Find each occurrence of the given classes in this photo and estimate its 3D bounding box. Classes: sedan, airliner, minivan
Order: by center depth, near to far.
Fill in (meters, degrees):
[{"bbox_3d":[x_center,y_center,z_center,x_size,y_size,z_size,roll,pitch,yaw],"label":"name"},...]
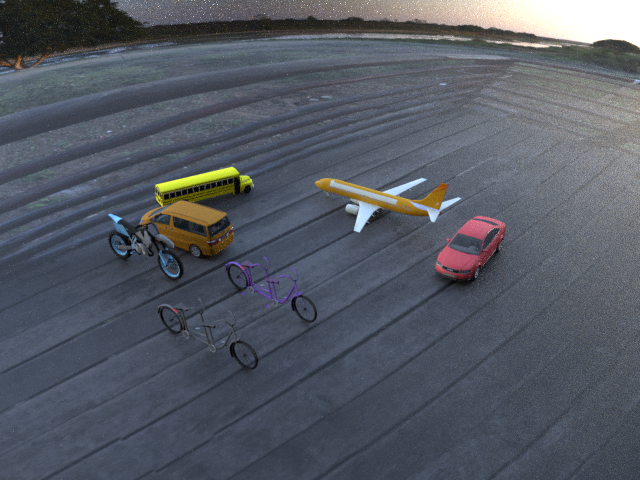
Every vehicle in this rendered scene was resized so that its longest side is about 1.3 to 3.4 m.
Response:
[{"bbox_3d":[2.247,0.066,10.358,0.635,0.483,1.613,18,35,28],"label":"sedan"},{"bbox_3d":[-2.085,-0.239,10.746,1.548,0.616,0.681,17,35,26],"label":"minivan"},{"bbox_3d":[0.961,-0.844,11.553,2.541,0.835,2.257,19,36,29],"label":"airliner"}]

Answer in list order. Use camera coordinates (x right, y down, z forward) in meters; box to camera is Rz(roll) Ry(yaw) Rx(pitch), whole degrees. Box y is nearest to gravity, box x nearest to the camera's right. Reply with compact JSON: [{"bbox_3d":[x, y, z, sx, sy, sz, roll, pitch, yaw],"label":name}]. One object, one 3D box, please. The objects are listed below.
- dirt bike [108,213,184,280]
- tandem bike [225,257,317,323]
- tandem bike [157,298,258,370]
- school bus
[{"bbox_3d":[-2.528,0.042,10.032,1.493,0.857,0.527,19,35,29],"label":"dirt bike"},{"bbox_3d":[-0.679,0.573,9.305,1.642,0.682,0.283,22,37,33],"label":"tandem bike"},{"bbox_3d":[-1.396,1.057,8.485,1.642,0.682,0.283,19,36,29],"label":"tandem bike"},{"bbox_3d":[-1.962,-0.906,12.052,1.708,0.434,0.365,-17,34,-26],"label":"school bus"}]
